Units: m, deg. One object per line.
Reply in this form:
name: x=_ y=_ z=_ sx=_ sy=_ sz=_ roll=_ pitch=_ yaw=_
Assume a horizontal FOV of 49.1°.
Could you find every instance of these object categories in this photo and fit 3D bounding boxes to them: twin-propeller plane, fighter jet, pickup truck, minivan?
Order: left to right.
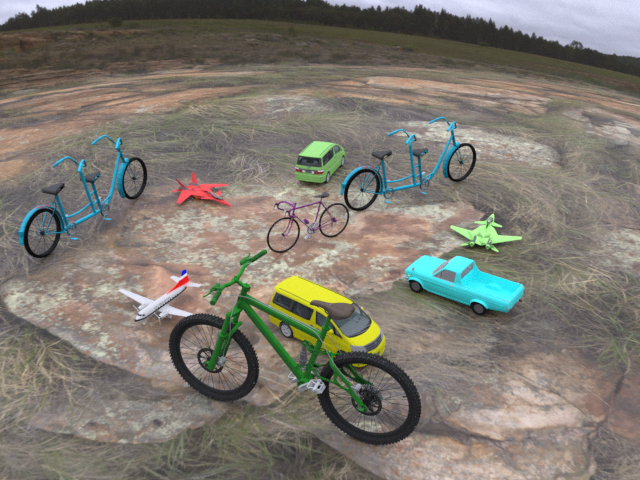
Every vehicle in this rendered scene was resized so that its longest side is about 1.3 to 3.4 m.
twin-propeller plane: x=-2.097 y=0.772 z=9.340 sx=1.370 sy=0.407 sz=1.095 roll=15 pitch=31 yaw=26
fighter jet: x=-2.050 y=-0.876 z=12.682 sx=1.358 sy=0.286 sz=1.147 roll=23 pitch=35 yaw=37
minivan: x=0.028 y=-1.603 z=13.738 sx=0.681 sy=0.616 sz=1.548 roll=9 pitch=29 yaw=17
minivan: x=0.086 y=0.991 z=8.684 sx=1.548 sy=0.616 sz=0.681 roll=21 pitch=34 yaw=35
pickup truck: x=1.966 y=0.558 z=9.642 sx=1.603 sy=0.511 sz=0.640 roll=19 pitch=33 yaw=32
fighter jet: x=2.731 y=-0.235 z=11.433 sx=1.147 sy=0.286 sz=1.358 roll=10 pitch=29 yaw=19

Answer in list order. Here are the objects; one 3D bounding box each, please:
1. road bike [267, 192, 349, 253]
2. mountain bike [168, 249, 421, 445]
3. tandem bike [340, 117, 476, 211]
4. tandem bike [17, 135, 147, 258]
road bike: x=-0.166 y=-0.308 z=10.958 sx=1.545 sy=0.852 sz=0.358 roll=-17 pitch=32 yaw=-30
mountain bike: x=-0.337 y=1.167 z=7.169 sx=2.857 sy=1.688 sz=1.114 roll=11 pitch=29 yaw=20
tandem bike: x=1.674 y=-1.401 z=12.568 sx=3.192 sy=1.326 sz=0.550 roll=-17 pitch=32 yaw=-30
tandem bike: x=-3.799 y=-0.832 z=11.459 sx=0.550 sy=1.326 sz=3.192 roll=10 pitch=29 yaw=19
